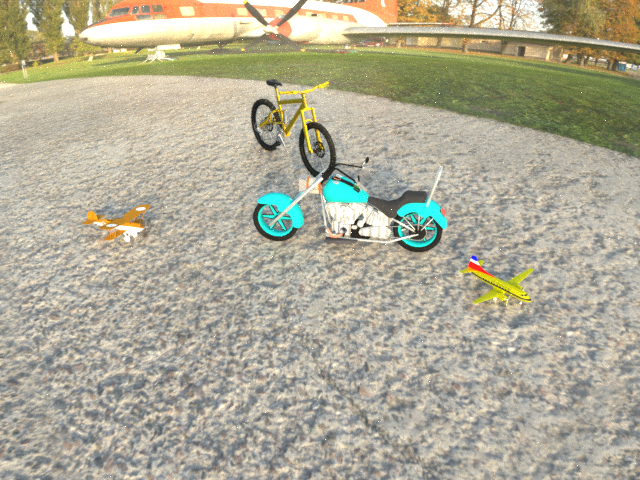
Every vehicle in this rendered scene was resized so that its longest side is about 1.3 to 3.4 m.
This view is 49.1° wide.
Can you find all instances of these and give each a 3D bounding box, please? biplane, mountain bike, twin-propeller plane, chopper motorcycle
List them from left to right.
[{"bbox_3d":[-3.248,-0.271,11.272,1.090,0.504,1.336,8,30,14],"label":"biplane"},{"bbox_3d":[-0.587,-2.296,13.718,1.114,1.688,2.857,-20,34,-31],"label":"mountain bike"},{"bbox_3d":[0.440,-0.566,10.797,3.040,1.480,0.906,6,29,11],"label":"chopper motorcycle"},{"bbox_3d":[2.517,0.571,9.847,1.370,0.407,1.095,-23,36,-35],"label":"twin-propeller plane"}]
